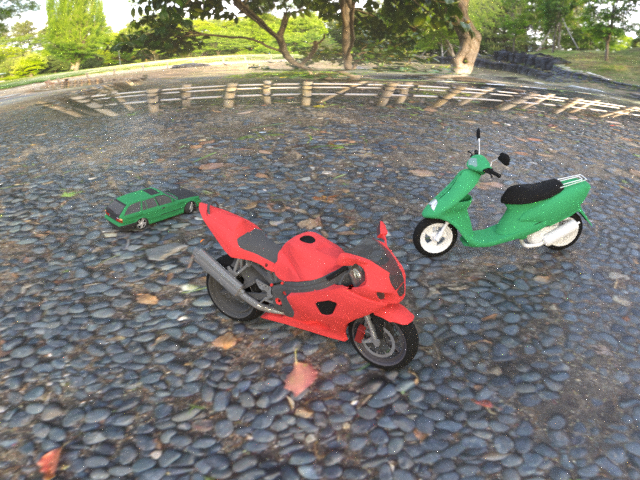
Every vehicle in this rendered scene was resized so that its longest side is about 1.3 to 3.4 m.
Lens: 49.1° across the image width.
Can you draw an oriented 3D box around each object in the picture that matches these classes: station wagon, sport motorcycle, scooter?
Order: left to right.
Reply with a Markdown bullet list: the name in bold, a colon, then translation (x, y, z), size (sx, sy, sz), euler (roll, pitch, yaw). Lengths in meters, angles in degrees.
- **station wagon**: translation (-2.770, -0.607, 11.709), size (1.597, 0.473, 0.682), euler (-22, 34, -38)
- **sport motorcycle**: translation (-0.196, 0.506, 8.213), size (2.955, 1.596, 0.983), euler (15, 30, 27)
- **scooter**: translation (2.724, -0.610, 10.243), size (2.721, 1.786, 1.288), euler (-3, 27, -6)
